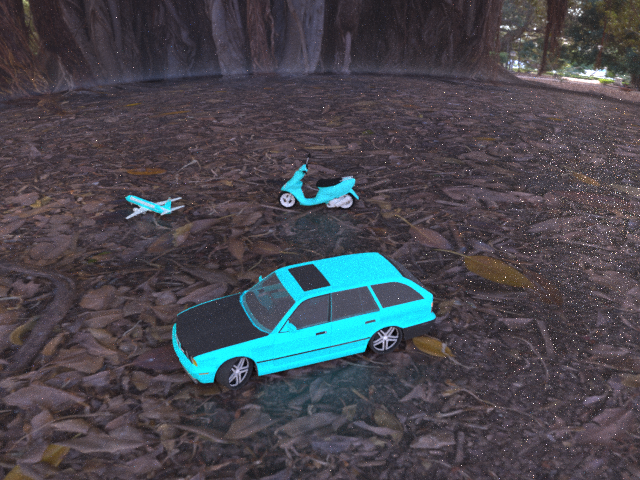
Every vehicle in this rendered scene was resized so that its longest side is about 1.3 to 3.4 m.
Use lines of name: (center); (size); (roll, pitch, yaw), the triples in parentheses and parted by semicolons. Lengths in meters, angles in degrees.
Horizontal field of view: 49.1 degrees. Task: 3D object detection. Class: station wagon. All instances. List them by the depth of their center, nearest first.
station wagon: (-0.197, 0.843, 8.330); (3.105, 0.920, 1.327); (-10, 28, -19)

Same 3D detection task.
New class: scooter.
scooter: (-0.034, -0.954, 12.020); (1.399, 0.919, 0.662); (1, 26, 3)

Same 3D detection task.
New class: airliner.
airliner: (-2.942, -0.678, 12.011); (1.307, 0.429, 1.161); (20, 32, 35)
